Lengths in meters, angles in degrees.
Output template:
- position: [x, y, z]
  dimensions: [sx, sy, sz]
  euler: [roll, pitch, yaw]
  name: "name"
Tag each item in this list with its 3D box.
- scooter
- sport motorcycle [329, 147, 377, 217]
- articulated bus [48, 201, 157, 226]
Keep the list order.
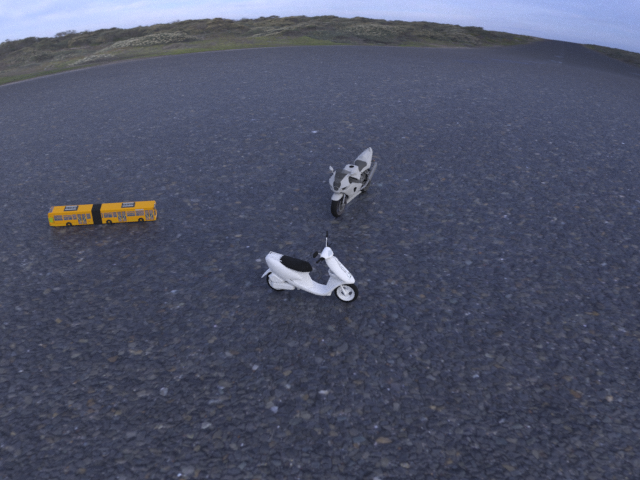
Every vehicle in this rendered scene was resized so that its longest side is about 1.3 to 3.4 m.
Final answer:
- position: [-0.142, 0.395, 9.669]
  dimensions: [1.399, 0.919, 0.662]
  euler: [8, 31, 14]
  name: "scooter"
- position: [0.556, -1.011, 12.164]
  dimensions: [0.506, 0.821, 1.520]
  euler: [14, 33, 23]
  name: "sport motorcycle"
- position: [-3.616, -0.442, 11.719]
  dimensions: [1.749, 0.289, 0.311]
  euler: [-4, 31, -6]
  name: "articulated bus"
